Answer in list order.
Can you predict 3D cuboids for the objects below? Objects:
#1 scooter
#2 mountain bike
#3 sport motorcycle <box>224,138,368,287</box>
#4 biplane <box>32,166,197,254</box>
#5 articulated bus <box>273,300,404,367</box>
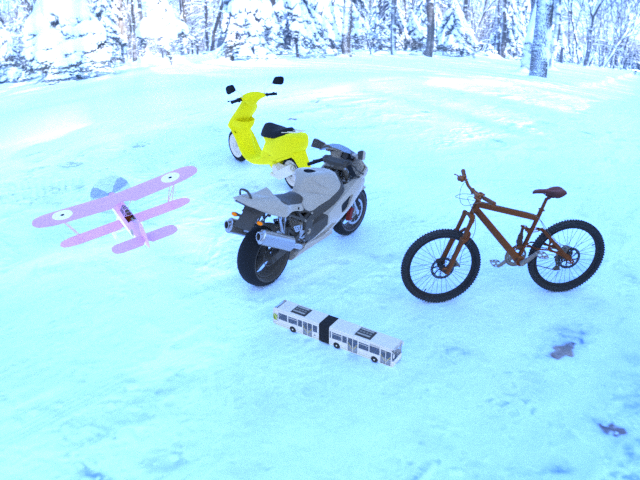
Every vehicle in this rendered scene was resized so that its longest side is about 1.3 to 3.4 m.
[{"bbox_3d":[-1.024,-2.066,13.260,1.288,1.786,2.721,-19,33,-33],"label":"scooter"},{"bbox_3d":[2.477,0.016,9.280,2.857,1.688,1.114,-4,27,-8],"label":"mountain bike"},{"bbox_3d":[-0.187,-0.447,10.290,0.983,1.596,2.955,19,33,33],"label":"sport motorcycle"},{"bbox_3d":[-2.969,-0.315,10.710,2.598,0.981,2.120,-14,30,-26],"label":"biplane"},{"bbox_3d":[0.195,1.134,8.625,1.749,0.289,0.311,16,31,29],"label":"articulated bus"}]
